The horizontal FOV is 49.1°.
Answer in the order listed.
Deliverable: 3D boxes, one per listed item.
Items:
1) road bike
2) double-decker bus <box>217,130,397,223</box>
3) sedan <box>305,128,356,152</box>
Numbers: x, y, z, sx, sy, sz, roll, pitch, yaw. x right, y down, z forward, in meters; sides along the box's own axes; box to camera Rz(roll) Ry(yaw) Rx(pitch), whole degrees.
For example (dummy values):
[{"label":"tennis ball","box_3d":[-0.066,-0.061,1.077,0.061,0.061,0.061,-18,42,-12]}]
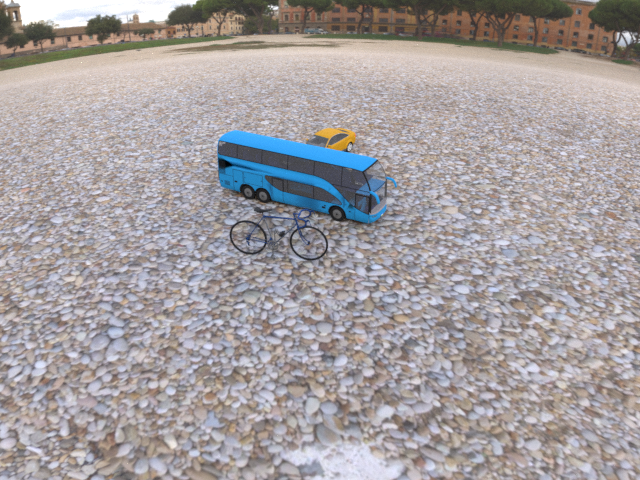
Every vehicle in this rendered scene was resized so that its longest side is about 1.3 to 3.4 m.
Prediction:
[{"label":"road bike","box_3d":[-0.635,-0.104,10.601,1.545,0.852,0.358,5,30,10]},{"label":"double-decker bus","box_3d":[-0.305,-1.109,12.190,3.251,1.052,0.756,15,32,24]},{"label":"sedan","box_3d":[0.105,-1.959,14.288,0.635,0.483,1.613,21,35,32]}]
